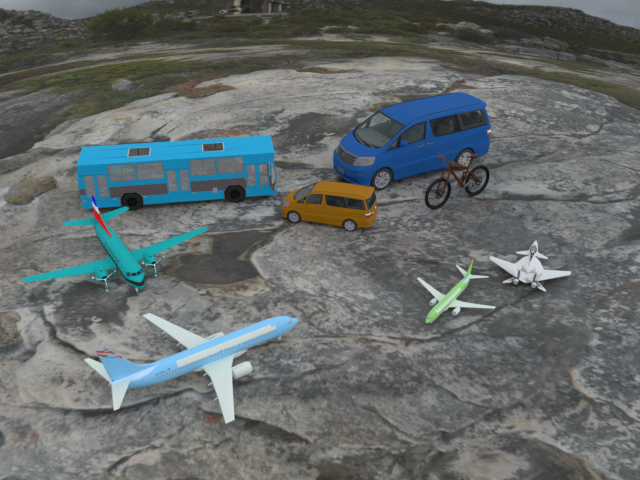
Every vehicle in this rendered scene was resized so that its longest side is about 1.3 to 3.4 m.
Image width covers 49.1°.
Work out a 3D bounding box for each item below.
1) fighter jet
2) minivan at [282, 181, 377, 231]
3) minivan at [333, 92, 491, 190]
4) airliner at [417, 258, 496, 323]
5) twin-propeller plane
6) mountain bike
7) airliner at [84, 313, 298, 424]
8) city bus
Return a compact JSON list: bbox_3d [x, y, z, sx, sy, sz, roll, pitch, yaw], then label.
[{"bbox_3d":[3.084,0.255,10.214,1.147,0.286,1.358,11,32,19],"label":"fighter jet"},{"bbox_3d":[0.142,-0.603,11.348,1.548,0.616,0.681,9,32,15],"label":"minivan"},{"bbox_3d":[1.697,-1.874,12.935,3.011,1.197,1.324,-15,34,-24],"label":"minivan"},{"bbox_3d":[1.747,0.688,9.338,1.161,0.429,1.307,21,36,31],"label":"airliner"},{"bbox_3d":[-2.940,0.052,10.062,2.663,0.792,2.129,-18,35,-27],"label":"twin-propeller plane"},{"bbox_3d":[2.345,-1.035,11.833,1.469,0.868,0.573,-19,35,-29],"label":"mountain bike"},{"bbox_3d":[-1.331,1.172,8.116,2.541,0.835,2.257,-19,35,-29],"label":"airliner"},{"bbox_3d":[-2.394,-1.136,11.979,3.255,0.894,0.926,-5,31,-8],"label":"city bus"}]
